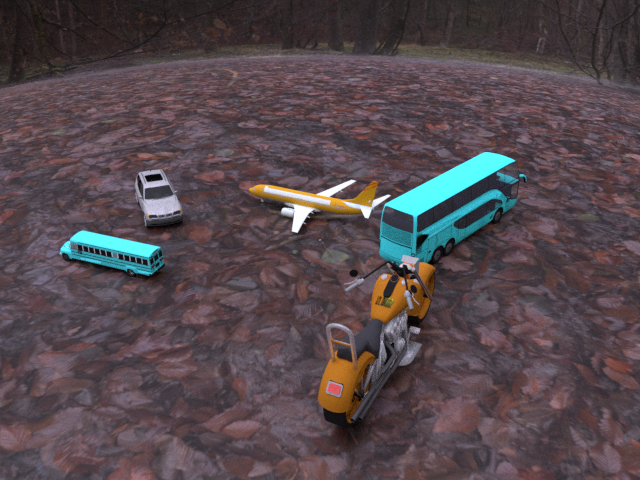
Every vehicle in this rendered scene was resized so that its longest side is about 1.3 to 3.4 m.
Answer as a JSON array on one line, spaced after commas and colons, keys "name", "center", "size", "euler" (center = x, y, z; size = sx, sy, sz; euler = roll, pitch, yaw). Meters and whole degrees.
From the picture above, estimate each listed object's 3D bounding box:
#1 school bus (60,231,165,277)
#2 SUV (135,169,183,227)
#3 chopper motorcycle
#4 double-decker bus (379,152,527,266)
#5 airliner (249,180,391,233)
[{"name": "school bus", "center": [-3.169, 0.192, 10.539], "size": [1.708, 0.434, 0.365], "euler": [11, 31, 19]}, {"name": "SUV", "center": [-2.816, -0.756, 12.117], "size": [0.656, 0.580, 1.572], "euler": [-11, 30, -18]}, {"name": "chopper motorcycle", "center": [0.792, 0.883, 8.190], "size": [0.906, 1.480, 3.040], "euler": [13, 31, 23]}, {"name": "double-decker bus", "center": [2.188, -0.548, 11.247], "size": [0.756, 1.052, 3.251], "euler": [24, 37, 36]}, {"name": "airliner", "center": [-0.147, -0.834, 11.995], "size": [2.541, 0.835, 2.257], "euler": [14, 32, 23]}]
